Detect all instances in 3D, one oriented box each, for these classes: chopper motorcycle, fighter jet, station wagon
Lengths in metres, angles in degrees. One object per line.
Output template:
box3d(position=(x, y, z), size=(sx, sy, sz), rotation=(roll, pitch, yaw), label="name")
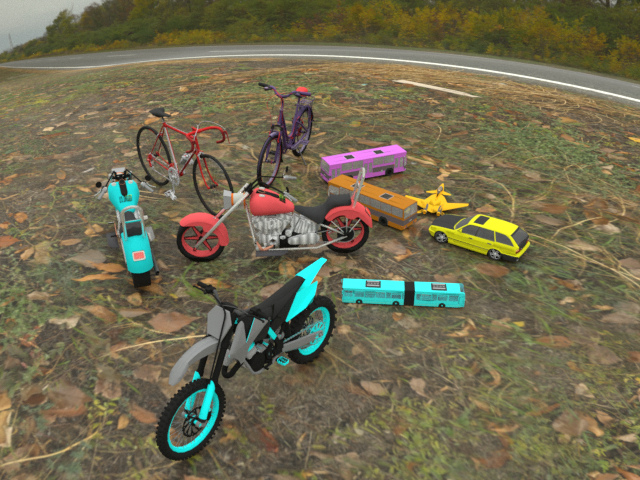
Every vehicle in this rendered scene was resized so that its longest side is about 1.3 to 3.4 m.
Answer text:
box3d(position=(-0.701, -0.390, 10.775), size=(3.040, 1.480, 0.906), rotation=(-2, 30, -3), label="chopper motorcycle")
box3d(position=(2.140, -0.826, 12.723), size=(1.147, 0.286, 1.358), rotation=(9, 31, 15), label="fighter jet")
box3d(position=(-2.997, -0.459, 10.893), size=(0.906, 1.480, 3.040), rotation=(-10, 32, -17), label="chopper motorcycle")
box3d(position=(2.560, -0.130, 11.331), size=(1.597, 0.473, 0.682), rotation=(19, 35, 29), label="station wagon")

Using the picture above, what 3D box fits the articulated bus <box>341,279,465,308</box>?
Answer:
box3d(position=(1.169, 0.756, 9.981), size=(1.749, 0.289, 0.311), rotation=(2, 30, 4), label="articulated bus")

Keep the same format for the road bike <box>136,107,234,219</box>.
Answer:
box3d(position=(-2.479, -1.461, 12.452), size=(0.697, 1.656, 3.004), rotation=(-26, 39, -37), label="road bike")

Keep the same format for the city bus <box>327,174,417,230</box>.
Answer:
box3d(position=(0.895, -0.654, 12.251), size=(1.674, 0.460, 0.476), rotation=(23, 37, 35), label="city bus")

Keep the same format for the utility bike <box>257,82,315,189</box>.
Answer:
box3d(position=(-0.534, -2.192, 13.536), size=(1.039, 1.839, 2.791), rotation=(10, 32, 17), label="utility bike")

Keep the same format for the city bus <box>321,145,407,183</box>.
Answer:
box3d(position=(0.857, -1.454, 13.637), size=(1.674, 0.460, 0.476), rotation=(-12, 32, -20), label="city bus")

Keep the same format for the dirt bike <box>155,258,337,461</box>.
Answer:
box3d(position=(-0.718, 1.186, 7.858), size=(1.024, 1.666, 2.903), rotation=(22, 36, 33), label="dirt bike")
